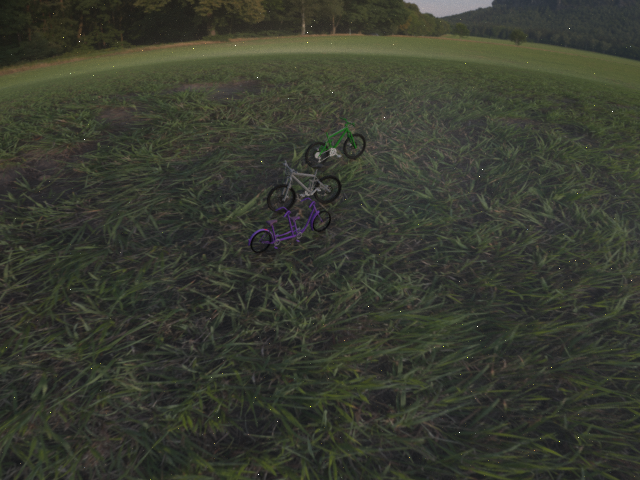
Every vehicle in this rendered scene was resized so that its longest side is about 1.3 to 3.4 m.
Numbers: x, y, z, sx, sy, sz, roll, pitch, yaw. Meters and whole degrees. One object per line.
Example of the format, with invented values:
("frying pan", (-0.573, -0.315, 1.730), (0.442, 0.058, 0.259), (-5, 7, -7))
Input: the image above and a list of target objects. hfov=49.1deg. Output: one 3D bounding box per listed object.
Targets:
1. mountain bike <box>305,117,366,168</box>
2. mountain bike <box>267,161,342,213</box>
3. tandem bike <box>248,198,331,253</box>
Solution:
("mountain bike", (0.335, -1.989, 14.423), (1.469, 0.868, 0.573), (-16, 33, -26))
("mountain bike", (-0.275, -0.970, 12.626), (1.469, 0.868, 0.573), (-13, 32, -21))
("tandem bike", (-0.480, -0.261, 11.565), (1.642, 0.682, 0.283), (-19, 35, -30))
